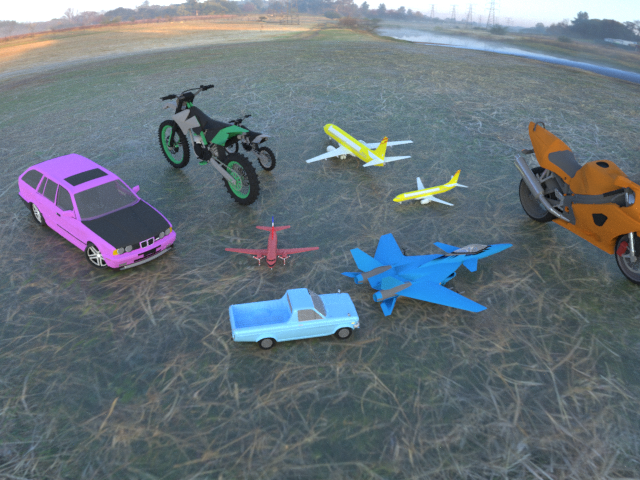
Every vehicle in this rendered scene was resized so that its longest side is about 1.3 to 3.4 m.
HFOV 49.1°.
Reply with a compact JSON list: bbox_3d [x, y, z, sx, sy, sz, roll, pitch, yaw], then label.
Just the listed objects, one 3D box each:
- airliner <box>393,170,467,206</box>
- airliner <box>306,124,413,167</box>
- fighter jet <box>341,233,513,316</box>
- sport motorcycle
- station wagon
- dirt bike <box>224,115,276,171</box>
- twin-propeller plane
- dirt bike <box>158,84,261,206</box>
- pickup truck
[{"bbox_3d":[1.826,-0.896,11.882,1.307,0.429,1.161,-12,32,-19],"label":"airliner"},{"bbox_3d":[0.647,-1.960,13.305,2.257,0.835,2.541,-14,33,-22],"label":"airliner"},{"bbox_3d":[1.715,0.241,9.807,2.640,0.557,2.229,-15,34,-25],"label":"fighter jet"},{"bbox_3d":[3.944,-0.582,10.186,0.983,1.596,2.955,-13,33,-22],"label":"sport motorcycle"},{"bbox_3d":[-3.500,-0.548,10.799,1.327,0.920,3.105,-27,39,-37],"label":"station wagon"},{"bbox_3d":[-1.363,-1.838,13.074,1.493,0.857,0.527,26,39,36],"label":"dirt bike"},{"bbox_3d":[-0.702,0.051,10.281,1.370,0.407,1.095,-1,30,-1],"label":"twin-propeller plane"},{"bbox_3d":[-2.013,-1.700,12.034,1.024,1.666,2.903,-25,39,-36],"label":"dirt bike"},{"bbox_3d":[-0.324,0.926,8.678,1.603,0.511,0.640,-6,31,-10],"label":"pickup truck"}]
